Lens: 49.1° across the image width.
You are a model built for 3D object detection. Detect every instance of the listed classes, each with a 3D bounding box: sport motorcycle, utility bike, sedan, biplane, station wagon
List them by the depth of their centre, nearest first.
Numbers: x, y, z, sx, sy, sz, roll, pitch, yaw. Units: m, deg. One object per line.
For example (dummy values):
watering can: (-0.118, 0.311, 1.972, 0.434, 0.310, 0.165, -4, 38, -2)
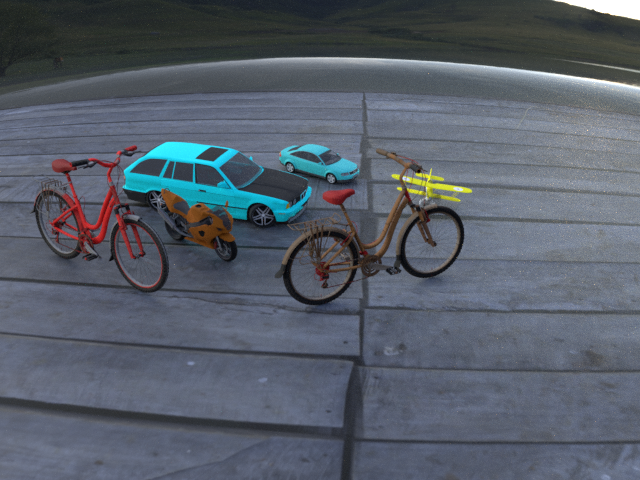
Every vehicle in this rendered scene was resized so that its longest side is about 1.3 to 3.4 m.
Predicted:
utility bike: (0.671, -0.192, 9.071, 2.791, 1.839, 1.039, -12, 30, -21)
utility bike: (-3.024, -0.417, 9.497, 2.791, 1.839, 1.039, 18, 33, 30)
sport motorcycle: (-1.775, -0.229, 10.231, 1.520, 0.821, 0.506, 21, 34, 34)
station wagon: (-1.687, -0.995, 11.577, 3.105, 0.920, 1.327, 9, 29, 17)
biplane: (1.875, -0.885, 11.815, 1.336, 0.504, 1.090, 4, 28, 7)
sedan: (-0.018, -1.456, 12.920, 1.613, 0.483, 0.635, 18, 33, 31)
